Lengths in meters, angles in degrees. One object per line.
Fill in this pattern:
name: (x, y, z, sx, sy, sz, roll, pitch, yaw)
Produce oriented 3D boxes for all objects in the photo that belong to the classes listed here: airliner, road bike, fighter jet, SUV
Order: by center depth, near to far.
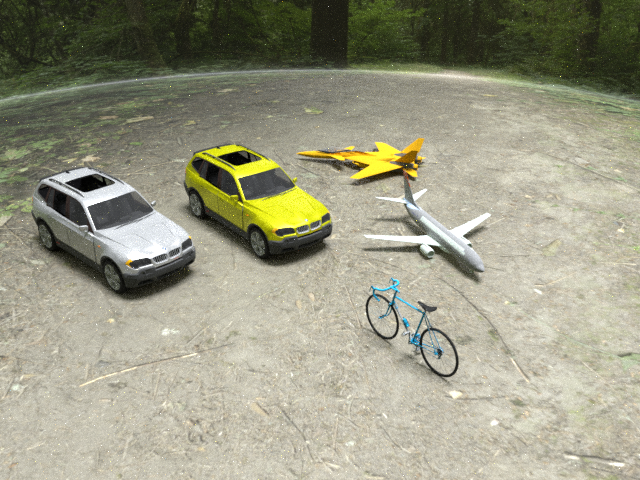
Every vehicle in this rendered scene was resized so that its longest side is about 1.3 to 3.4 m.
road bike: (1.055, 0.998, 8.233, 0.358, 0.852, 1.545, -19, 32, -33)
SUV: (-3.170, -0.268, 10.476, 3.058, 1.128, 1.276, 23, 34, 38)
airliner: (1.846, -0.291, 10.852, 2.257, 0.835, 2.541, -10, 28, -19)
SUV: (-1.089, -0.741, 11.430, 1.276, 1.128, 3.058, -20, 32, -34)
fighter jet: (0.767, -1.787, 14.183, 2.640, 0.557, 2.229, 7, 27, 15)
